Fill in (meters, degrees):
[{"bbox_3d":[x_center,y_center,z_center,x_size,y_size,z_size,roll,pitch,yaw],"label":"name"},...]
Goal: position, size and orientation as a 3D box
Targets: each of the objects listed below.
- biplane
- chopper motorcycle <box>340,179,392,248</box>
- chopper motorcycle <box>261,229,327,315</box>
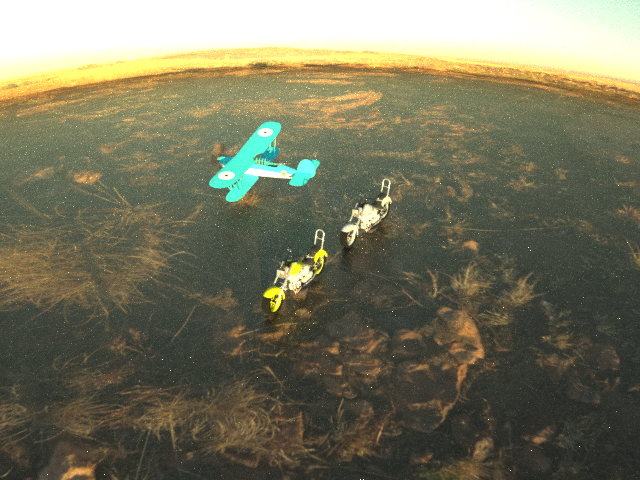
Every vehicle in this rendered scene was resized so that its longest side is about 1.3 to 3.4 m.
[{"bbox_3d":[-1.093,-1.373,13.428,2.120,0.981,2.598,10,30,18],"label":"biplane"},{"bbox_3d":[0.793,-0.465,11.953,0.466,0.761,1.563,17,32,29],"label":"chopper motorcycle"},{"bbox_3d":[-0.359,0.457,10.220,0.466,0.761,1.563,16,32,27],"label":"chopper motorcycle"}]
